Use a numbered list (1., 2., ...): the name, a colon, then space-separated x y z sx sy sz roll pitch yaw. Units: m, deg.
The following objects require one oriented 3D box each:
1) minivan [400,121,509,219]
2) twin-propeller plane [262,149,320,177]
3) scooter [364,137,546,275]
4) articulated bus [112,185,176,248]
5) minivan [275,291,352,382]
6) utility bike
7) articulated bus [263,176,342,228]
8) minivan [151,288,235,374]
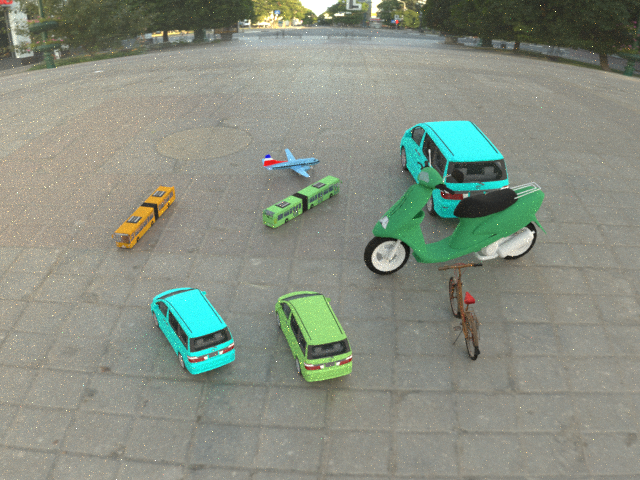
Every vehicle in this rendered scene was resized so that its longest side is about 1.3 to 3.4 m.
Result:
1. minivan: 2.241 -1.421 12.127 1.324 1.197 3.011 -4 30 -6
2. twin-propeller plane: -0.520 -1.454 12.975 1.095 0.407 1.370 -10 31 -16
3. scooter: 1.942 -0.401 9.761 2.721 1.786 1.288 -6 30 -11
4. articulated bus: -2.790 -0.403 11.267 0.311 0.289 1.749 6 31 11
5. minivan: -0.109 1.034 8.439 0.681 0.616 1.548 -9 31 -15
6. utility bike: 1.710 0.788 8.535 0.535 0.946 1.435 -2 30 -3
7. articulated bus: -0.278 -0.656 11.707 0.311 0.289 1.749 22 36 33
8. minivan: -1.590 0.981 8.532 0.681 0.616 1.548 -16 34 -26
